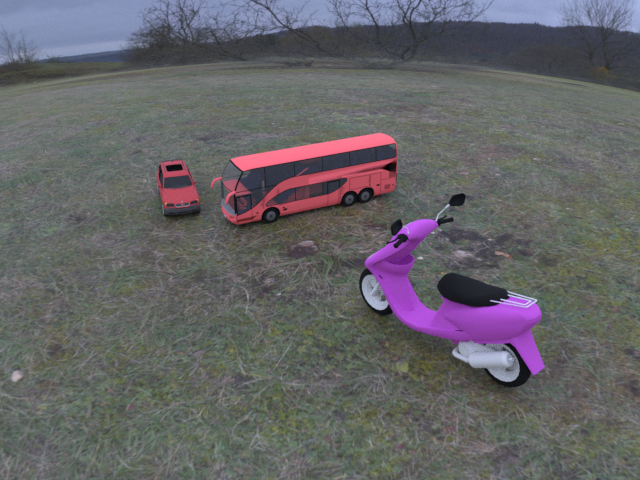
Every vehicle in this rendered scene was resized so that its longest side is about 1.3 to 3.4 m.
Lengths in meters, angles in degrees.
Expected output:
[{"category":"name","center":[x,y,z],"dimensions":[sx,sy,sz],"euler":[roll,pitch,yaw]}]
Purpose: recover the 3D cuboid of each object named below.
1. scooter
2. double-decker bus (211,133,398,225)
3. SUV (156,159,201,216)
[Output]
[{"category":"scooter","center":[1.458,0.521,8.207],"dimensions":[1.288,1.786,2.721],"euler":[-23,36,-36]},{"category":"double-decker bus","center":[-0.193,-1.052,11.954],"dimensions":[3.251,1.052,0.756],"euler":[-13,31,-23]},{"category":"SUV","center":[-2.503,-0.941,12.249],"dimensions":[0.656,0.580,1.572],"euler":[-8,29,-15]}]
